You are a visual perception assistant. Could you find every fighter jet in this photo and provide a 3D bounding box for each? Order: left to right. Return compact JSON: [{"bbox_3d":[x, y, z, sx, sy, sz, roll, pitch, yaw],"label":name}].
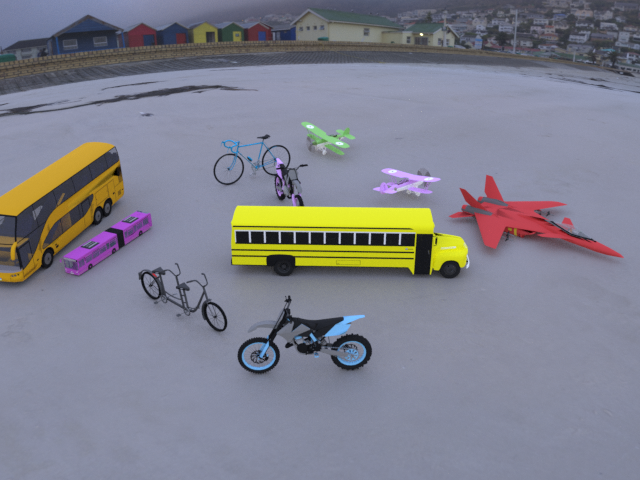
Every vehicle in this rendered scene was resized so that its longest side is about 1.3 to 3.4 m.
[{"bbox_3d":[3.418,-0.315,10.793,2.640,0.557,2.229,24,35,39],"label":"fighter jet"}]

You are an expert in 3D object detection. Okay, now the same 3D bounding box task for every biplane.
[{"bbox_3d":[0.220,-2.044,14.272,1.090,0.504,1.336,-22,34,-37],"label":"biplane"},{"bbox_3d":[1.430,-0.956,12.119,1.090,0.504,1.336,-19,33,-33],"label":"biplane"}]

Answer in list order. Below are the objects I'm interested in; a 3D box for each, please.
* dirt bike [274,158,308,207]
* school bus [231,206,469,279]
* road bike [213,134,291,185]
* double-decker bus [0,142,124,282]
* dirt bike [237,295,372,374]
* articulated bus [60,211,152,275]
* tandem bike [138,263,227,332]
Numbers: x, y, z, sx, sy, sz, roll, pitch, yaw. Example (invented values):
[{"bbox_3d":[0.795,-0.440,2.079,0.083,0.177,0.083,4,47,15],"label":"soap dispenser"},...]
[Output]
[{"bbox_3d":[-0.505,-0.881,11.581,0.527,0.857,1.493,-9,28,-18],"label":"dirt bike"},{"bbox_3d":[0.433,0.000,9.851,3.322,0.844,0.709,1,27,2],"label":"school bus"},{"bbox_3d":[-1.232,-1.496,12.802,1.545,0.852,0.358,-14,30,-26],"label":"road bike"},{"bbox_3d":[-4.004,-0.486,10.582,0.756,1.052,3.251,5,27,11],"label":"double-decker bus"},{"bbox_3d":[-0.164,1.094,7.670,1.493,0.857,0.527,-2,27,-4],"label":"dirt bike"},{"bbox_3d":[-3.130,0.016,10.434,0.311,0.289,1.749,11,29,21],"label":"articulated bus"},{"bbox_3d":[-1.753,0.634,8.776,1.642,0.682,0.283,20,33,34],"label":"tandem bike"}]
